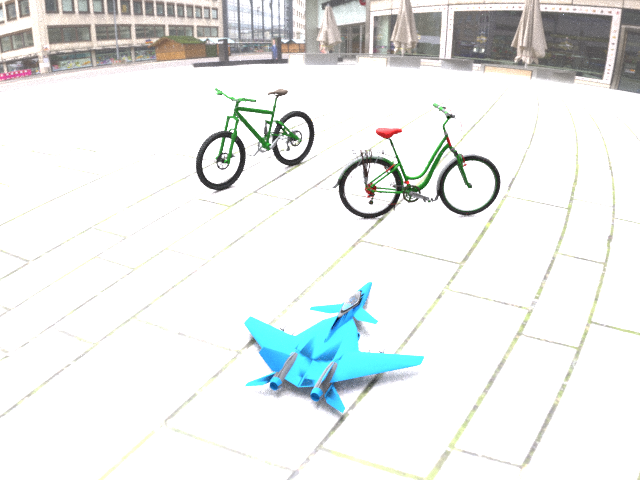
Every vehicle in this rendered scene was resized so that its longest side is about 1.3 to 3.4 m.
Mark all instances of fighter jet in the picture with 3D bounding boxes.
[{"bbox_3d":[0.204,0.964,8.368,2.229,0.557,2.640,10,28,20],"label":"fighter jet"}]

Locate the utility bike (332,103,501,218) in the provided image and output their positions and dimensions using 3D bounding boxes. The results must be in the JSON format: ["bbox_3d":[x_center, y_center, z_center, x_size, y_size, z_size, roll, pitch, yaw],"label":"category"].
[{"bbox_3d":[1.580,-1.274,11.393,2.791,1.839,1.039,-1,27,-3],"label":"utility bike"}]

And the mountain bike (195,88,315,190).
[{"bbox_3d":[-1.141,-1.968,12.944,1.114,1.688,2.857,24,35,39],"label":"mountain bike"}]
